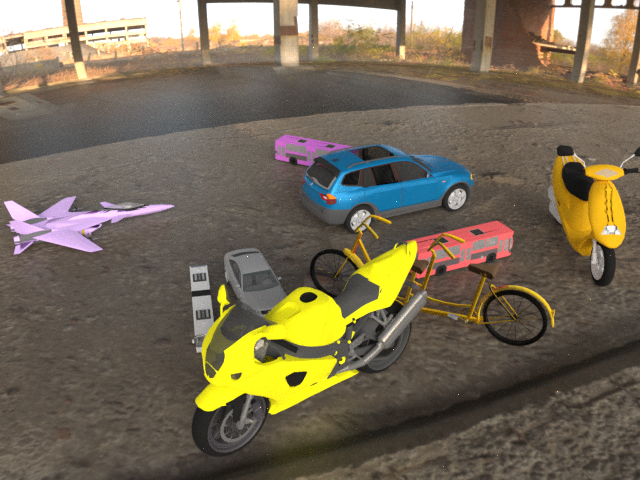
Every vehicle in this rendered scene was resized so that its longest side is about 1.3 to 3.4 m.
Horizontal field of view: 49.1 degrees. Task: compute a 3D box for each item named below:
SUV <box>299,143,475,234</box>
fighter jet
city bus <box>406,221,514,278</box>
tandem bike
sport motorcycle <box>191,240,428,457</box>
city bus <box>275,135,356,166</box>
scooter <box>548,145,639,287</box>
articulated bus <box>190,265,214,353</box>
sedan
[{"bbox_3d":[1.170,-1.019,11.802,3.058,1.128,1.276,-13,30,-24],"label":"SUV"},{"bbox_3d":[-3.655,-0.457,11.340,2.640,0.557,2.229,-13,30,-24],"label":"fighter jet"},{"bbox_3d":[2.029,0.149,10.276,1.674,0.460,0.476,-12,30,-22],"label":"city bus"},{"bbox_3d":[1.306,0.471,8.714,3.192,1.326,0.550,12,30,22],"label":"tandem bike"},{"bbox_3d":[-0.066,1.072,7.261,2.955,1.596,0.983,-22,34,-35],"label":"sport motorcycle"},{"bbox_3d":[-0.067,-1.680,13.804,1.674,0.460,0.476,14,30,25],"label":"city bus"},{"bbox_3d":[3.950,-0.655,10.386,1.288,1.786,2.721,1,27,1],"label":"scooter"},{"bbox_3d":[-1.533,0.854,9.103,0.311,0.289,1.749,-5,28,-10],"label":"articulated bus"},{"bbox_3d":[-0.884,0.544,9.488,0.635,0.483,1.613,-9,29,-17],"label":"sedan"}]
